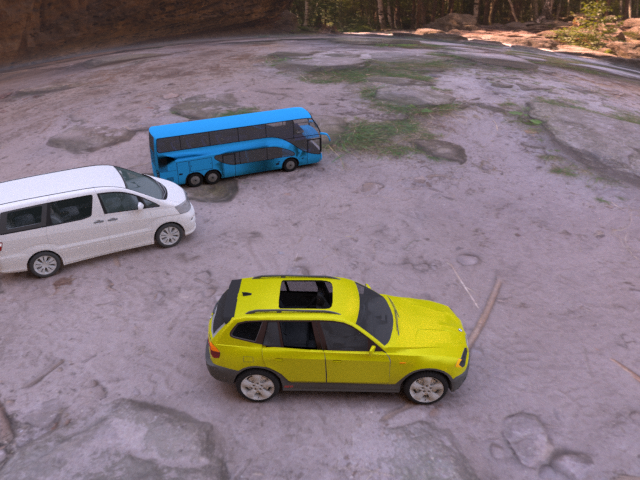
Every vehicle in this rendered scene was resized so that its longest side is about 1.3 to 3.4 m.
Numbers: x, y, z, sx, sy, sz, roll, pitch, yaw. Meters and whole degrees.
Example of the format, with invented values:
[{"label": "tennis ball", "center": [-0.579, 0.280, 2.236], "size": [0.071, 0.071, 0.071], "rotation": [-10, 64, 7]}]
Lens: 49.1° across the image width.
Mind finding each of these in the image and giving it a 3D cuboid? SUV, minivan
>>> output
[{"label": "SUV", "center": [0.202, 1.069, 8.123], "size": [3.058, 1.128, 1.276], "rotation": [1, 31, 1]}, {"label": "minivan", "center": [-3.413, -0.426, 10.526], "size": [3.011, 1.197, 1.324], "rotation": [-15, 34, -23]}]

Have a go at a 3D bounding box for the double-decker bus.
[{"label": "double-decker bus", "center": [-1.451, -1.724, 12.812], "size": [3.251, 1.052, 0.756], "rotation": [-11, 33, -18]}]
